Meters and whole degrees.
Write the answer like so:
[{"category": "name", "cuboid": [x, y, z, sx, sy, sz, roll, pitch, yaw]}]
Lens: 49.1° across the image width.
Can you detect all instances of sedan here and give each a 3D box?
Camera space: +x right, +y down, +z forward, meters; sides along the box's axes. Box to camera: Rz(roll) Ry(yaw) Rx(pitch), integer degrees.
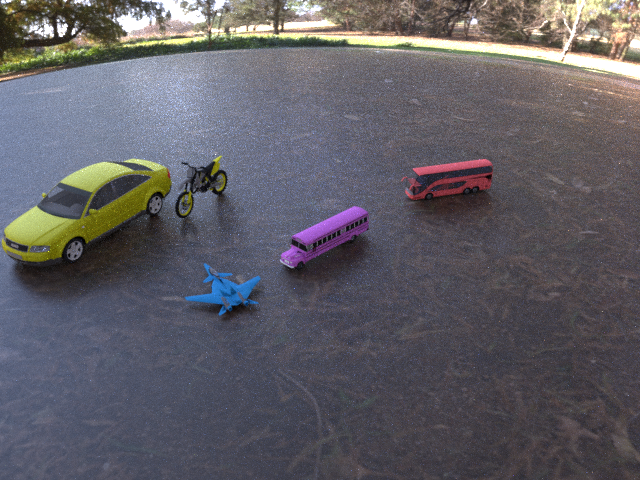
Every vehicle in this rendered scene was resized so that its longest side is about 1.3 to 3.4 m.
[{"category": "sedan", "cuboid": [-3.778, -0.609, 11.538, 1.235, 0.940, 3.137, 17, 34, 26]}]

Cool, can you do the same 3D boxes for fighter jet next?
[{"category": "fighter jet", "cuboid": [-1.442, 0.582, 10.144, 1.147, 0.286, 1.358, -16, 34, -25]}]

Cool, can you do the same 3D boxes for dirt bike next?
[{"category": "dirt bike", "cuboid": [-2.072, -0.991, 12.276, 0.527, 0.857, 1.493, 15, 33, 24]}]

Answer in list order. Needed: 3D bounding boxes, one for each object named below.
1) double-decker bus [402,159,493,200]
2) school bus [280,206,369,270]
[{"category": "double-decker bus", "cuboid": [2.335, -1.097, 12.771, 1.672, 0.541, 0.389, -9, 31, -15]}, {"category": "school bus", "cuboid": [0.082, -0.042, 11.067, 1.708, 0.434, 0.365, -27, 39, -38]}]
